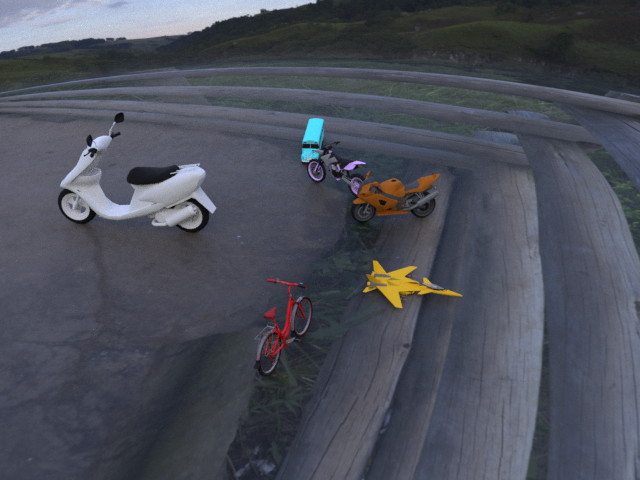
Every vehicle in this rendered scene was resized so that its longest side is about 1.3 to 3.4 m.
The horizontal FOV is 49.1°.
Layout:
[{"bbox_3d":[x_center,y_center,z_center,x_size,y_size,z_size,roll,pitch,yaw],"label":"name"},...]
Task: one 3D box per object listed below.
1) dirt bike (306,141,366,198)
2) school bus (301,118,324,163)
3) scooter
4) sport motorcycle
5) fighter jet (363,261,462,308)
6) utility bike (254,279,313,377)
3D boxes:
[{"bbox_3d":[0.306,-1.309,12.834,1.493,0.857,0.527,23,36,36],"label":"dirt bike"},{"bbox_3d":[-0.146,-2.085,14.722,0.365,0.434,1.708,2,28,4],"label":"school bus"},{"bbox_3d":[-3.039,-0.997,11.275,2.721,1.786,1.288,4,29,8],"label":"scooter"},{"bbox_3d":[1.259,-0.719,11.778,1.520,0.821,0.506,-5,29,-10],"label":"sport motorcycle"},{"bbox_3d":[1.336,0.607,9.880,1.358,0.286,1.147,8,29,15],"label":"fighter jet"},{"bbox_3d":[-0.474,0.982,8.489,0.535,0.946,1.435,13,31,23],"label":"utility bike"}]
